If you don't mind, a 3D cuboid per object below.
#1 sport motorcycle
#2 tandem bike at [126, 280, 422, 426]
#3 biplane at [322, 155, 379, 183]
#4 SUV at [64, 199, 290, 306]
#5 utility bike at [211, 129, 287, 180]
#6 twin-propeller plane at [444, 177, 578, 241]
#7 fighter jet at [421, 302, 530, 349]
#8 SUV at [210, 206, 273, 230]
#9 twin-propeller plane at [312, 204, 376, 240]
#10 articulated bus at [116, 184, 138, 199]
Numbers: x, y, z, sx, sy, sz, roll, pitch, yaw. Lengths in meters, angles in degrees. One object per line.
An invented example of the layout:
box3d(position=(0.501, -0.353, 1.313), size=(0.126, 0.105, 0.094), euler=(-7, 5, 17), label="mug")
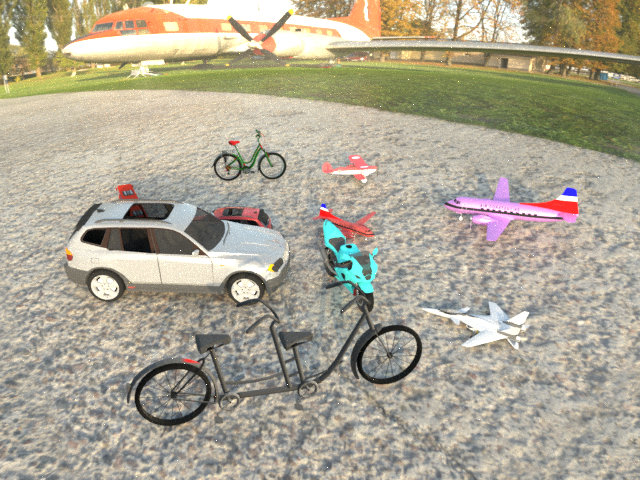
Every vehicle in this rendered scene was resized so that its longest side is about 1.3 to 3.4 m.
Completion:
box3d(position=(0.373, 0.345, 9.506), size=(0.506, 0.821, 1.520), euler=(-10, 28, -20), label="sport motorcycle")
box3d(position=(-0.396, 1.177, 7.268), size=(3.192, 1.326, 0.550), euler=(-8, 27, -15), label="tandem bike")
box3d(position=(0.583, -1.335, 13.234), size=(1.090, 0.504, 1.336), euler=(-3, 27, -7), label="biplane")
box3d(position=(-1.941, 0.100, 9.653), size=(3.058, 1.128, 1.276), euler=(1, 27, 3), label="SUV")
box3d(position=(-1.358, -1.602, 13.276), size=(1.435, 0.946, 0.535), euler=(-2, 27, -4), label="utility bike")
box3d(position=(3.094, -0.580, 11.397), size=(2.129, 0.792, 2.663), euler=(8, 28, 15), label="twin-propeller plane")
box3d(position=(1.920, 0.965, 8.859), size=(1.358, 0.286, 1.147), euler=(14, 30, 25), label="fighter jet")
box3d(position=(-1.517, -0.188, 10.846), size=(1.572, 0.580, 0.656), euler=(1, 26, 2), label="SUV")
box3d(position=(0.419, -0.282, 11.230), size=(1.095, 0.407, 1.370), euler=(19, 32, 33), label="twin-propeller plane")
box3d(position=(-3.156, -0.525, 11.850), size=(0.311, 0.289, 1.749), euler=(-11, 28, -21), label="articulated bus")
